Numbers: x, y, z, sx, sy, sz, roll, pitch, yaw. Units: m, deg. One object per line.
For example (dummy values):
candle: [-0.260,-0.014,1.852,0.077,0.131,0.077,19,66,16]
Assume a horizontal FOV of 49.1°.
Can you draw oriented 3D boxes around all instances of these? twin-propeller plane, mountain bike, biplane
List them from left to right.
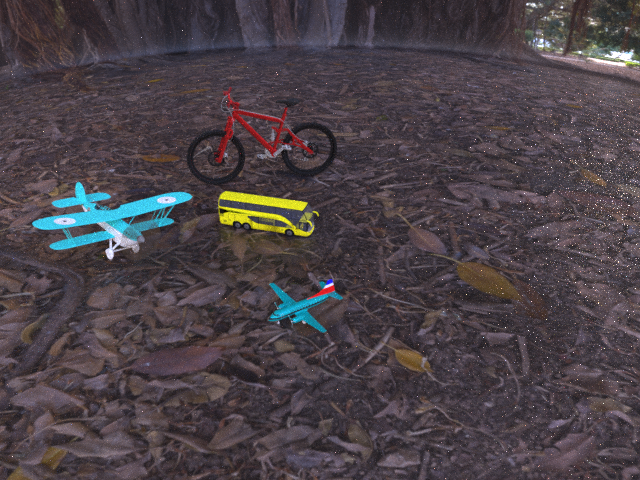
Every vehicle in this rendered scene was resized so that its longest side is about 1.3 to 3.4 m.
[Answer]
biplane: [-3.332,-0.351,11.124,2.598,0.981,2.120,-26,39,-37]
mountain bike: [-1.070,-1.892,13.047,2.857,1.688,1.114,-6,31,-11]
twin-propeller plane: [-0.241,0.857,9.635,1.095,0.407,1.370,-19,35,-29]

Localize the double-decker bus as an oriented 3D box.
double-decker bus: [-0.874,-0.429,11.691,1.672,0.541,0.389,9,32,14]
